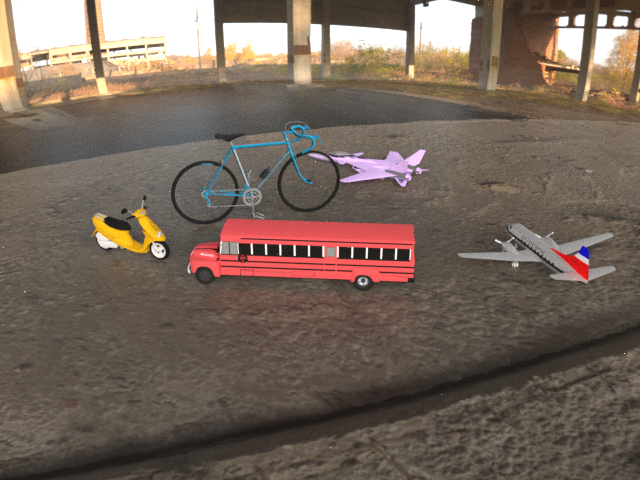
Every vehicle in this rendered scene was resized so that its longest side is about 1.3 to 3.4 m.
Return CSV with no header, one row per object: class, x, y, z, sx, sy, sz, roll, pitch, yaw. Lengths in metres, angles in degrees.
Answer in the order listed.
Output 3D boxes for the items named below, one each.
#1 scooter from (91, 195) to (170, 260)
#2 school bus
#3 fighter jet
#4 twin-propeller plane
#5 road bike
scooter,-2.992,-0.187,10.942,1.399,0.919,0.662,9,27,18
school bus,-0.284,0.181,10.250,3.322,0.844,0.709,2,25,4
fighter jet,0.852,-1.714,14.594,2.640,0.557,2.229,16,29,29
twin-propeller plane,3.379,0.092,10.500,2.663,0.792,2.129,-7,26,-15
road bike,-1.074,-1.143,12.102,3.004,1.656,0.697,-7,26,-15
